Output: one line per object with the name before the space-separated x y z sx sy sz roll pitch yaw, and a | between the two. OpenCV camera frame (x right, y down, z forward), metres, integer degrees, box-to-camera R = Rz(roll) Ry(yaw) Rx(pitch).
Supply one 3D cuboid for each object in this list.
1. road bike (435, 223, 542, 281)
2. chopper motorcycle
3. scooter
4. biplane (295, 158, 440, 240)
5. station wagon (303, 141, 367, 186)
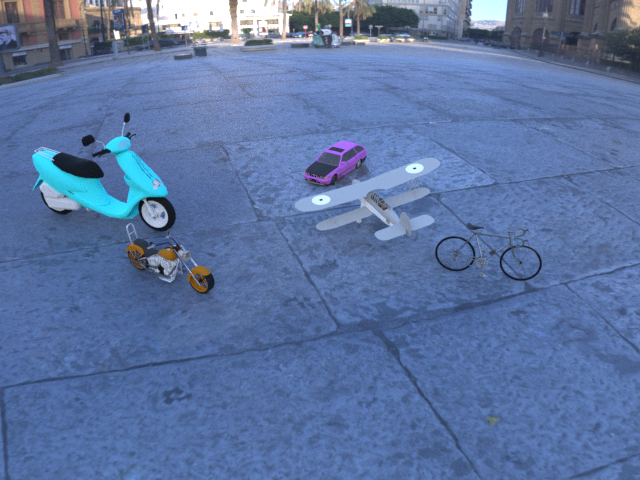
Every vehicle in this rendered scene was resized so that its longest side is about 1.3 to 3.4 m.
road bike | 2.475 0.161 10.285 1.545 0.852 0.358 8 30 14
chopper motorcycle | -2.211 0.266 10.190 1.563 0.761 0.466 16 33 26
scooter | -3.666 -1.103 11.598 2.721 1.786 1.288 9 30 16
biplane | 0.932 -0.542 11.418 2.598 0.981 2.120 -12 31 -20
station wagon | 0.305 -1.549 13.750 0.682 0.473 1.597 17 33 28
